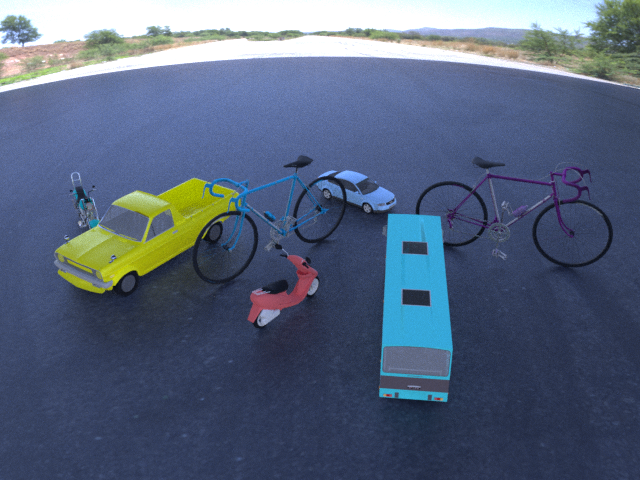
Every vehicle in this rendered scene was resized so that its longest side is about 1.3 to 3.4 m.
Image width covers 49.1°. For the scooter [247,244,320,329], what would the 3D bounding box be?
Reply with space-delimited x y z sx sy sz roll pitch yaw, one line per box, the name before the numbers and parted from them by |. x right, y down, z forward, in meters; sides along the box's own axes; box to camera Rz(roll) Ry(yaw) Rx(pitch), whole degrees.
scooter | -0.474 0.609 9.648 0.662 0.919 1.399 23 37 35

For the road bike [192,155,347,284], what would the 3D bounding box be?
road bike | -0.684 -0.401 10.689 3.004 1.656 0.697 -24 37 -35

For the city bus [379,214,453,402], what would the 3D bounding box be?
city bus | 1.248 0.789 9.353 0.926 0.894 3.255 3 30 5

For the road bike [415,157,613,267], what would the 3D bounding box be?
road bike | 2.963 -0.465 10.803 3.004 1.656 0.697 10 31 18

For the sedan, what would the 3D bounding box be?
sedan | 0.664 -0.940 12.841 1.613 0.483 0.635 22 36 34

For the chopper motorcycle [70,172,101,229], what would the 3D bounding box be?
chopper motorcycle | -3.952 -0.549 11.864 0.466 0.761 1.563 -15 33 -25

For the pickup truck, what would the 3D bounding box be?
pickup truck | -2.630 -0.231 11.064 1.244 0.993 3.117 18 34 29
